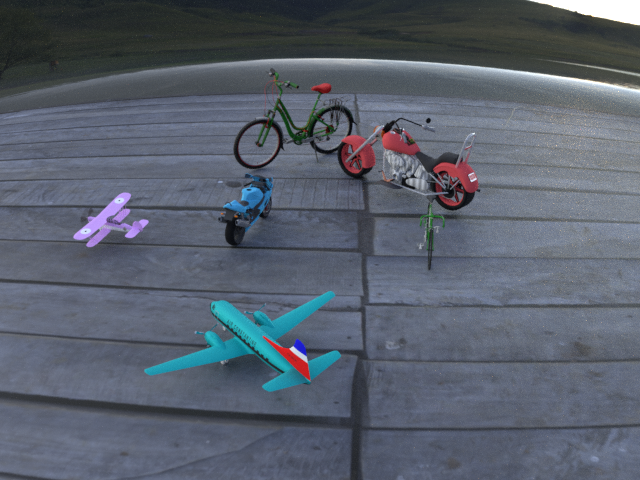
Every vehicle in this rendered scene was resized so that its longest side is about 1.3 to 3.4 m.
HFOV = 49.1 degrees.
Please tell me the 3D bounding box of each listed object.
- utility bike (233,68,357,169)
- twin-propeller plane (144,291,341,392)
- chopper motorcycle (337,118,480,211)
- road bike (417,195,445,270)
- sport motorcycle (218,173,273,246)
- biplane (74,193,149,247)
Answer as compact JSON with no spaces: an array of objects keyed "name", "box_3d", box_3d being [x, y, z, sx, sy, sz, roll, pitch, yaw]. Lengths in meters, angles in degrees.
[{"name":"utility bike","box_3d":[-0.384,-2.357,13.605,2.791,1.839,1.039,-16,32,-27]},{"name":"twin-propeller plane","box_3d":[-0.756,1.098,8.284,2.663,0.792,2.129,-20,34,-33]},{"name":"chopper motorcycle","box_3d":[1.489,-1.516,12.419,0.906,1.480,3.040,-25,37,-38]},{"name":"road bike","box_3d":[1.668,-0.191,10.617,0.358,0.852,1.545,3,28,6]},{"name":"sport motorcycle","box_3d":[-1.139,-0.518,11.259,0.506,0.821,1.520,11,30,19]},{"name":"biplane","box_3d":[-3.269,-0.234,11.064,1.090,0.504,1.336,11,30,19]}]
